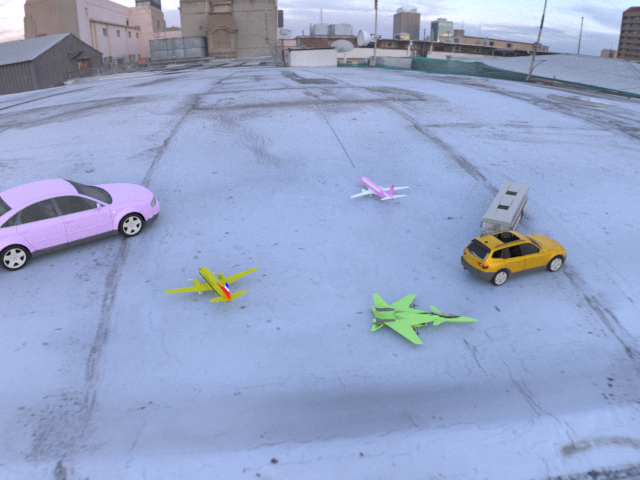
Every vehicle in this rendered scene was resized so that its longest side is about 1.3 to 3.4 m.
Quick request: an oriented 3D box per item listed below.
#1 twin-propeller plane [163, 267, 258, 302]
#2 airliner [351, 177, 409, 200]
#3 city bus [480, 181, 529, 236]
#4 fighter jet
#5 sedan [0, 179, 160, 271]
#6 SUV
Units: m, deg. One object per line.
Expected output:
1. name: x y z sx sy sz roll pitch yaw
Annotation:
1. twin-propeller plane: -1.419 0.550 9.435 1.370 0.407 1.095 -14 30 -26
2. airliner: 1.007 -0.993 12.481 1.161 0.429 1.307 -11 29 -21
3. city bus: 3.004 -0.433 11.332 0.476 0.460 1.674 12 29 22
4. fighter jet: 1.317 0.924 8.824 1.358 0.286 1.147 1 27 3
5. sedan: -4.016 -0.420 10.772 3.137 0.940 1.235 -19 32 -33
6. SUV: 2.783 0.172 9.994 1.572 0.580 0.656 -11 29 -22
